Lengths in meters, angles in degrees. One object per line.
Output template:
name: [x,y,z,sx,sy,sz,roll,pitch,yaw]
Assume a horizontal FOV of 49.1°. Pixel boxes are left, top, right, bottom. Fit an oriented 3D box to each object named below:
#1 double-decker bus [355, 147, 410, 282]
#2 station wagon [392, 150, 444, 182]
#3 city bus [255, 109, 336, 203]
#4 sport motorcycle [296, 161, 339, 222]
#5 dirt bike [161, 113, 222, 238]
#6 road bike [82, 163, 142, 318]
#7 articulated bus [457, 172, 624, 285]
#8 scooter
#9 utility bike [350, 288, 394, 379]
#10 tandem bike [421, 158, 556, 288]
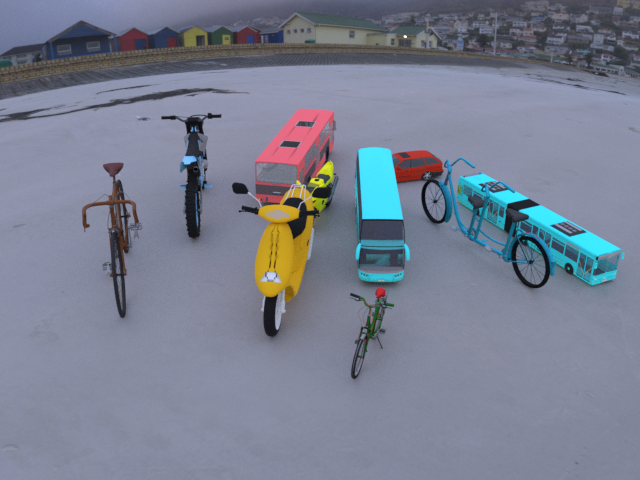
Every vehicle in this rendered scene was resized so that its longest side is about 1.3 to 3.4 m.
double-decker bus: [0.921,-0.462,11.244,0.756,1.052,3.251,1,27,1]
station wagon: [1.613,-1.448,13.774,1.597,0.473,0.682,-8,28,-15]
city bus: [-0.417,-1.663,13.731,0.926,0.894,3.255,6,28,11]
sport motorcycle: [-0.040,-0.767,12.083,0.506,0.821,1.520,8,29,15]
dirt bike: [-2.182,-1.278,12.150,1.024,1.666,2.903,-2,28,-5]
road bike: [-2.886,-0.171,10.027,0.696,1.656,3.004,-6,28,-11]
articulated bus: [3.428,-0.279,11.425,0.605,0.561,3.401,-12,30,-23]
scooter: [-0.468,-0.056,9.664,1.288,1.786,2.721,4,28,7]
utility bike: [0.665,1.010,8.522,0.535,0.946,1.435,9,29,17]
tandem bike: [2.498,-0.392,10.813,0.550,1.326,3.192,-13,30,-24]
